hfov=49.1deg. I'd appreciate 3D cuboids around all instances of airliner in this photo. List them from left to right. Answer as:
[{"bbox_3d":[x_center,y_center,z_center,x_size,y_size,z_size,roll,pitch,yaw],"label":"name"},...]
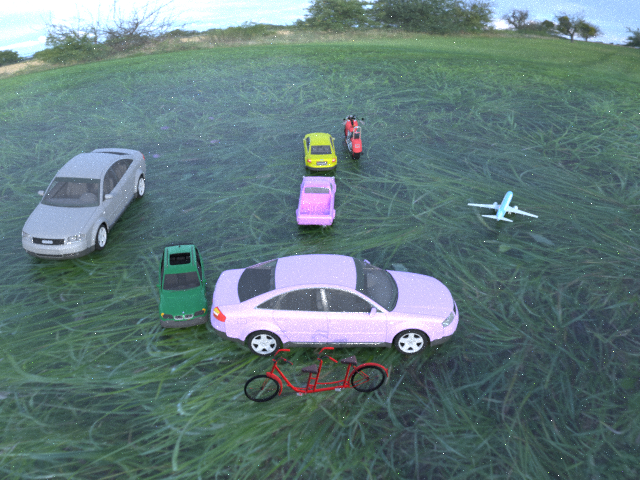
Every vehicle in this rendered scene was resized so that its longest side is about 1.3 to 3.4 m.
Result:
[{"bbox_3d":[3.107,-0.645,11.777,1.161,0.429,1.307,12,32,20],"label":"airliner"}]

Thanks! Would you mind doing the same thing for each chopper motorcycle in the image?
[{"bbox_3d":[0.652,-2.178,14.095,0.466,0.761,1.563,-3,30,-5],"label":"chopper motorcycle"}]

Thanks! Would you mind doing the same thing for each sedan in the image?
[{"bbox_3d":[-3.807,-0.766,11.478,1.235,0.940,3.137,3,30,5],"label":"sedan"},{"bbox_3d":[-0.009,-1.815,13.746,0.635,0.483,1.613,-2,30,-3],"label":"sedan"},{"bbox_3d":[0.188,0.743,8.870,3.137,0.940,1.235,0,30,0],"label":"sedan"}]

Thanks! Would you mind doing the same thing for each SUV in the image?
[{"bbox_3d":[-1.872,0.583,9.505,0.656,0.580,1.572,-5,31,-9],"label":"SUV"}]

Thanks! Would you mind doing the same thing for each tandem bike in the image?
[{"bbox_3d":[-0.034,1.499,7.821,1.642,0.682,0.283,-4,30,-7],"label":"tandem bike"}]

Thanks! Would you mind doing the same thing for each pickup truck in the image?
[{"bbox_3d":[-0.053,-0.704,11.798,0.640,0.511,1.603,1,30,2],"label":"pickup truck"}]
